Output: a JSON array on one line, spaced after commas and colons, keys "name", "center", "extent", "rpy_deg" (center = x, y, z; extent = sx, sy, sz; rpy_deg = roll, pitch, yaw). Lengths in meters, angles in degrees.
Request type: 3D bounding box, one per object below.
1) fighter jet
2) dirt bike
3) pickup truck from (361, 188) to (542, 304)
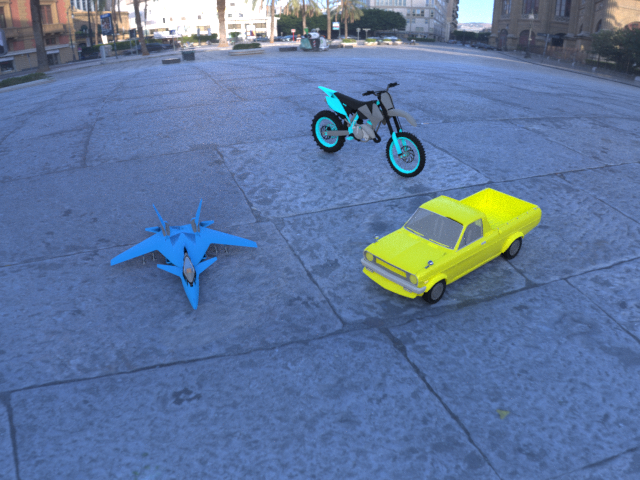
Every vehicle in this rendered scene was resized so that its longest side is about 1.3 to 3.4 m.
[{"name": "fighter jet", "center": [-2.025, 0.183, 10.554], "extent": [2.229, 0.557, 2.640], "rpy_deg": [-7, 29, -13]}, {"name": "dirt bike", "center": [0.923, -2.290, 13.929], "extent": [2.903, 1.666, 1.024], "rpy_deg": [24, 36, 36]}, {"name": "pickup truck", "center": [2.061, -0.101, 10.619], "extent": [3.117, 0.993, 1.244], "rpy_deg": [-24, 36, -36]}]
